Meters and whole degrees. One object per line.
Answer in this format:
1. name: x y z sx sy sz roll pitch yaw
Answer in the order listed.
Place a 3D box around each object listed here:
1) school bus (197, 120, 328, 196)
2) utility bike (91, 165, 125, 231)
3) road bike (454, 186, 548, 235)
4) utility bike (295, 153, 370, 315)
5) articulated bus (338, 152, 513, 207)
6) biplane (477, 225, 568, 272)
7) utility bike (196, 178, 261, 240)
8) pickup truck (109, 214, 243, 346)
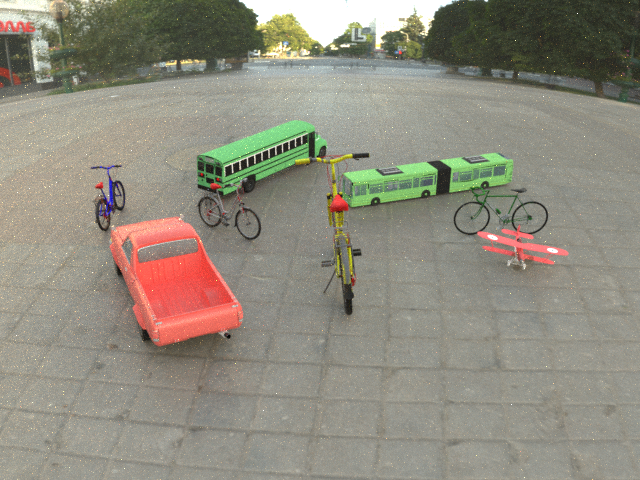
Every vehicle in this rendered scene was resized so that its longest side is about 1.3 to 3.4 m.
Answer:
1. school bus: -1.020 -1.694 13.884 0.709 0.844 3.322 18 31 32
2. utility bike: -3.631 -0.770 11.889 0.535 0.946 1.435 1 26 3
3. road bike: 2.955 -0.469 11.384 1.545 0.852 0.358 0 26 0
4. utility bike: 0.187 -0.221 9.760 1.039 1.839 2.791 -1 26 -3
5. articulated bus: 2.023 -1.145 13.087 3.401 0.561 0.605 -9 28 -18
6. biplane: 3.038 0.108 10.604 1.336 0.504 1.090 5 27 10
7. utility bike: -1.491 -0.578 11.498 1.435 0.946 0.535 18 31 32
8. pickup truck: -2.045 0.391 9.474 1.244 0.993 3.117 -11 28 -22
